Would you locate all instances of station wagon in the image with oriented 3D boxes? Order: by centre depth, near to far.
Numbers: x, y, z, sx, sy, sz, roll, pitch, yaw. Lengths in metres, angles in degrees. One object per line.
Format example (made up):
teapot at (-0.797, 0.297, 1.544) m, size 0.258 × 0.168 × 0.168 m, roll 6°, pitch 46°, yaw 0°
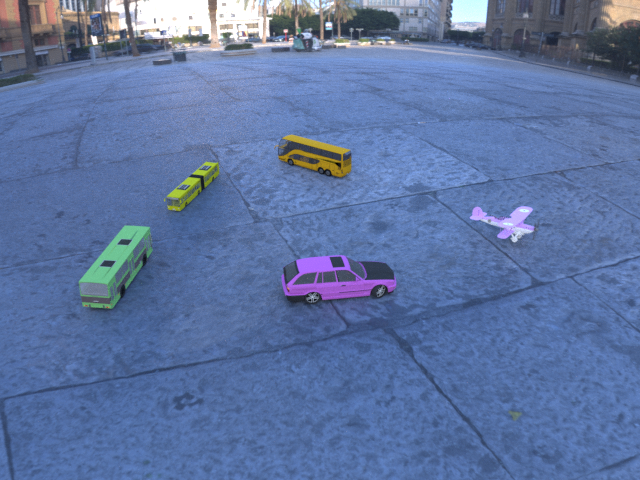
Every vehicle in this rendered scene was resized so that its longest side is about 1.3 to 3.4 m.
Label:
station wagon at (0.272, 0.502, 9.788) m, size 1.597 × 0.473 × 0.682 m, roll -4°, pitch 29°, yaw -8°

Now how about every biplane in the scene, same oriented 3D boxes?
biplane at (2.962, -0.282, 11.214) m, size 1.090 × 0.504 × 1.336 m, roll 16°, pitch 32°, yaw 27°

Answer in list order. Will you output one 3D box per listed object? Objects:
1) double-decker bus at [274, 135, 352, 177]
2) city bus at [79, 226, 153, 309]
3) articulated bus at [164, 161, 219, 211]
double-decker bus at (-0.139, -1.664, 13.750) m, size 1.672 × 0.541 × 0.389 m, roll 19°, pitch 34°, yaw 32°
city bus at (-2.882, 0.377, 10.035) m, size 0.476 × 0.460 × 1.674 m, roll 3°, pitch 28°, yaw 6°
articulated bus at (-2.299, -1.006, 12.791) m, size 0.311 × 0.289 × 1.749 m, roll 8°, pitch 29°, yaw 14°
